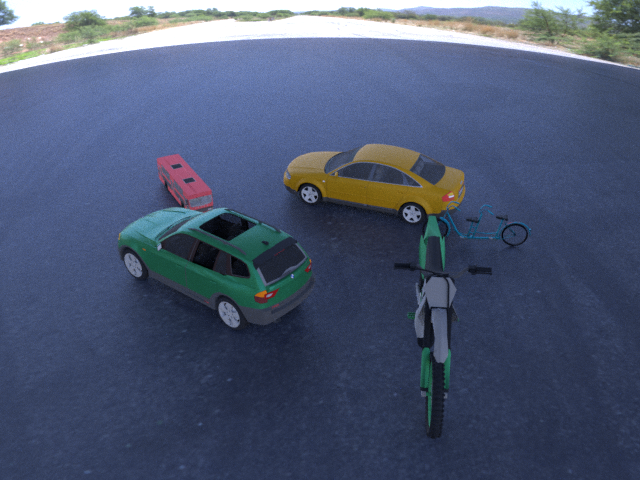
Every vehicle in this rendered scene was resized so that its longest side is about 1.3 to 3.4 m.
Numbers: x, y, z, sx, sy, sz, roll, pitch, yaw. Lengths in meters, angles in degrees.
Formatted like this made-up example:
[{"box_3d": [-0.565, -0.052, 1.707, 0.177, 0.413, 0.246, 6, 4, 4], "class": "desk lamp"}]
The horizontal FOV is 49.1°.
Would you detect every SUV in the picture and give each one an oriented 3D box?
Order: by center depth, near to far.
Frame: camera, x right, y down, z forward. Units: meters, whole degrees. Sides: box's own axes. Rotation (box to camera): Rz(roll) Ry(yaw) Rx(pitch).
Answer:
[{"box_3d": [-1.498, 0.154, 9.644, 3.058, 1.128, 1.276, 22, 38, 31], "class": "SUV"}]

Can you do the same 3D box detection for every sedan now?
[{"box_3d": [0.883, -1.092, 11.873, 3.137, 0.940, 1.235, 12, 33, 18], "class": "sedan"}]

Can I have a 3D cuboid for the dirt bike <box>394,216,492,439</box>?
[{"box_3d": [1.319, 0.805, 8.058, 1.024, 1.666, 2.903, 3, 31, 5], "class": "dirt bike"}]

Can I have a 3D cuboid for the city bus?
[{"box_3d": [-2.344, -0.943, 12.090, 0.476, 0.460, 1.674, -16, 35, -24], "class": "city bus"}]

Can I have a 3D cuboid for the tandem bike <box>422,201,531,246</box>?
[{"box_3d": [2.404, -0.241, 10.722, 1.642, 0.682, 0.283, 4, 32, 7], "class": "tandem bike"}]
